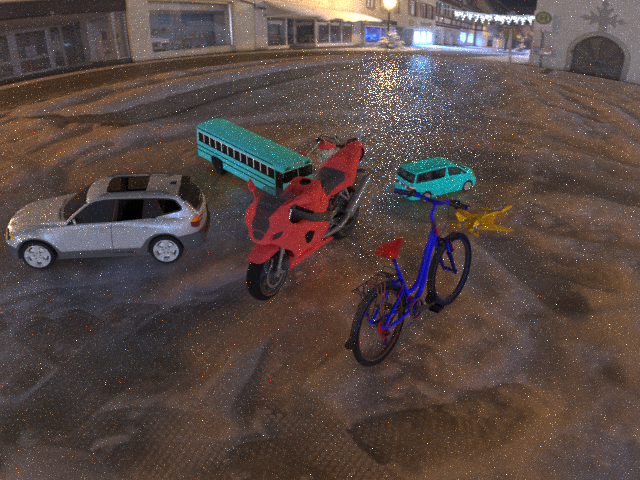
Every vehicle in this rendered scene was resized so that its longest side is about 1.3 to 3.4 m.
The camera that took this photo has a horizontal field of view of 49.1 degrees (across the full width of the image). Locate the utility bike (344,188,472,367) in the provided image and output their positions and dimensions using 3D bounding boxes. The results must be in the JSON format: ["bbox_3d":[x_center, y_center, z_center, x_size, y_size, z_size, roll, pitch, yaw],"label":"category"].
[{"bbox_3d":[1.130,0.354,8.800,1.039,1.839,2.791,23,37,34],"label":"utility bike"}]

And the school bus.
[{"bbox_3d":[-1.103,-1.399,12.915,0.709,0.844,3.322,-23,37,-35],"label":"school bus"}]

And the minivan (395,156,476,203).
[{"bbox_3d":[2.126,-1.161,12.725,1.548,0.616,0.681,-16,33,-25],"label":"minivan"}]

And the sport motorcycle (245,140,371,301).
[{"bbox_3d":[-0.176,-0.344,10.282,0.983,1.596,2.955,16,33,27],"label":"sport motorcycle"}]

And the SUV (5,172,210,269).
[{"bbox_3d":[-3.246,-0.368,10.800,3.058,1.128,1.276,-3,30,-4],"label":"SUV"}]

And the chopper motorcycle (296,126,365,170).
[{"bbox_3d":[0.153,-1.766,13.648,1.563,0.761,0.466,-10,31,-18],"label":"chopper motorcycle"}]

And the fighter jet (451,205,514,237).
[{"bbox_3d":[2.850,-0.455,11.811,1.358,0.286,1.147,-23,37,-35],"label":"fighter jet"}]
